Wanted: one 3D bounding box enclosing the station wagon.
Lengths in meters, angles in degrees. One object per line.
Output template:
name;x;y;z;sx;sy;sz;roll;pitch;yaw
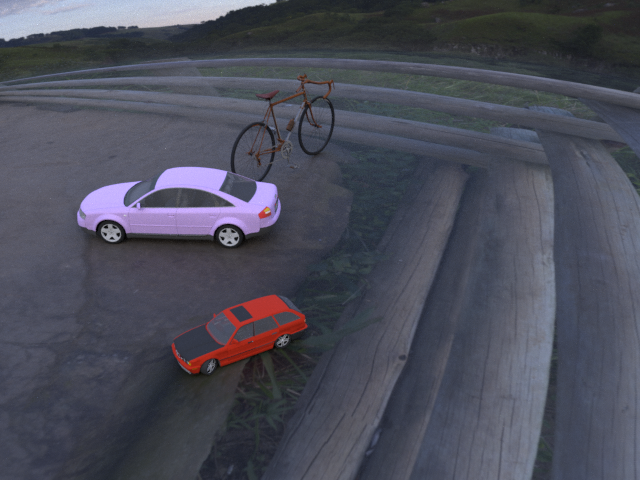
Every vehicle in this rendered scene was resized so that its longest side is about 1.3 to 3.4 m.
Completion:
station wagon;-0.954;1.070;8.281;1.597;0.473;0.682;-17;33;-27

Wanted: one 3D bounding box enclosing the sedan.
sedan;-2.181;-0.582;10.798;3.137;0.940;1.235;2;29;3

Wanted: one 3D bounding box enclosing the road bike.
road bike;-0.608;-2.060;12.739;0.697;1.656;3.004;20;34;31
